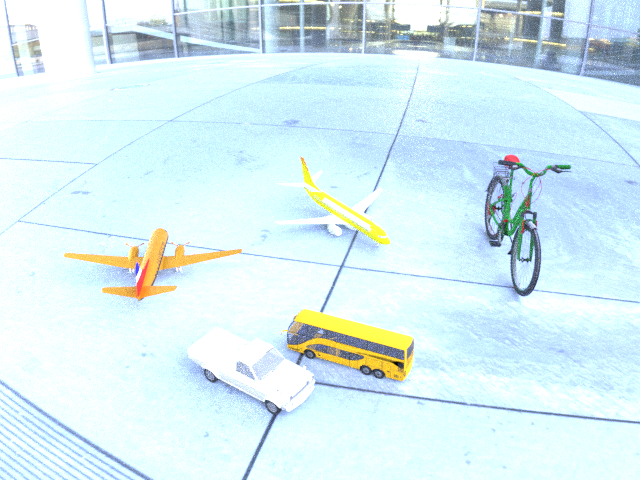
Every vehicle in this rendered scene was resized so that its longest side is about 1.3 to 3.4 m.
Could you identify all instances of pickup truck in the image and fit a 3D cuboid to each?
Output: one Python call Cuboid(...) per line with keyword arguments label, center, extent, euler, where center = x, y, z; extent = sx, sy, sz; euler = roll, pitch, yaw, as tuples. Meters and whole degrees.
Cuboid(label="pickup truck", center=(-0.842, 1.491, 8.388), extent=(1.603, 0.511, 0.640), euler=(19, 35, 30))

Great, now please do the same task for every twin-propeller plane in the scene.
Cuboid(label="twin-propeller plane", center=(-2.497, 0.234, 10.334), extent=(2.663, 0.792, 2.129), euler=(-1, 29, -2))

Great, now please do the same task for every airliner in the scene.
Cuboid(label="airliner", center=(0.366, -0.654, 11.866), extent=(2.257, 0.835, 2.541), euler=(-20, 35, -31))

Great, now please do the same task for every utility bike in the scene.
Cuboid(label="utility bike", center=(3.004, -0.488, 10.549), extent=(1.039, 1.839, 2.791), euler=(-1, 29, -1))

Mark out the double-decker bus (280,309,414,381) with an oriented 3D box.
Cuboid(label="double-decker bus", center=(0.336, 1.286, 8.721), extent=(1.672, 0.541, 0.389), euler=(12, 32, 21))
